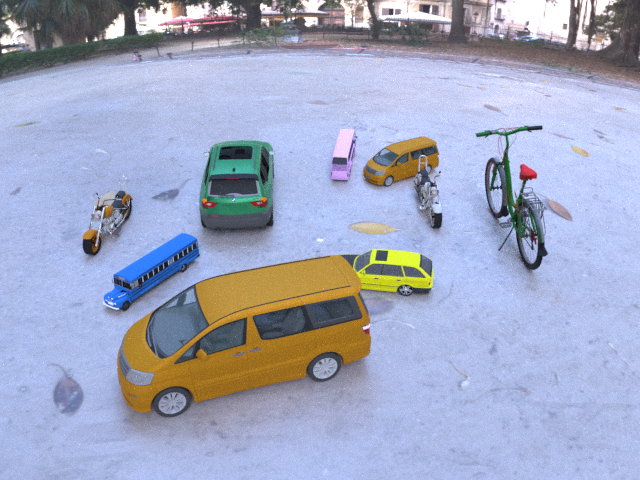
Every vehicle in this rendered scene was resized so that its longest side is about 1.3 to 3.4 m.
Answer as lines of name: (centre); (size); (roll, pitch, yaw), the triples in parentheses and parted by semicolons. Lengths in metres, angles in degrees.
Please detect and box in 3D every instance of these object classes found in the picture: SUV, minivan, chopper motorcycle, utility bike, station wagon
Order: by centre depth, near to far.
minivan: (-0.916, 1.074, 8.391); (3.011, 1.197, 1.324); (-10, 31, -17)
station wagon: (0.859, 0.421, 10.253); (1.597, 0.473, 0.682); (5, 30, 8)
utility bike: (2.969, -0.789, 10.989); (1.039, 1.839, 2.791); (-3, 30, -4)
chopper motorcycle: (-3.469, -0.411, 11.412); (0.466, 0.761, 1.563); (6, 30, 10)
chopper motorcycle: (1.902, -0.849, 12.173); (0.466, 0.761, 1.563); (-2, 30, -4)
SUV: (-1.435, -1.191, 12.400); (1.276, 1.128, 3.058); (-2, 30, -3)
minivan: (1.565, -1.529, 13.503); (1.548, 0.616, 0.681); (-18, 34, -28)

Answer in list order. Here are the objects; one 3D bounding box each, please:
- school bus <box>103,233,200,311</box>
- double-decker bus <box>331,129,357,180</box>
school bus: (-2.458, 0.451, 10.241); (0.365, 0.434, 1.708); (17, 34, 27)
double-decker bus: (0.479, -1.727, 13.921); (0.389, 0.541, 1.672); (4, 30, 7)
